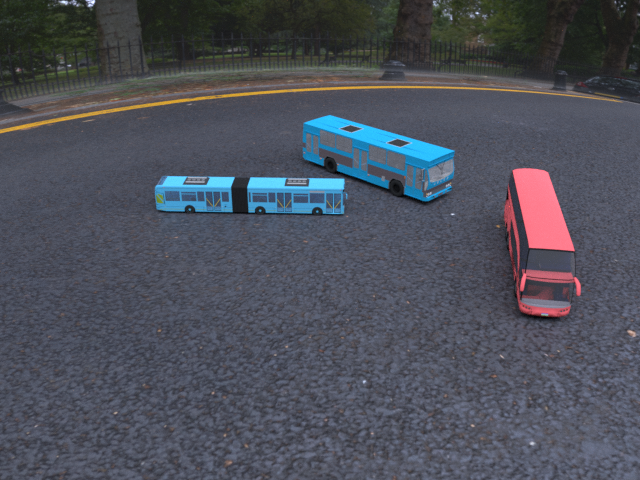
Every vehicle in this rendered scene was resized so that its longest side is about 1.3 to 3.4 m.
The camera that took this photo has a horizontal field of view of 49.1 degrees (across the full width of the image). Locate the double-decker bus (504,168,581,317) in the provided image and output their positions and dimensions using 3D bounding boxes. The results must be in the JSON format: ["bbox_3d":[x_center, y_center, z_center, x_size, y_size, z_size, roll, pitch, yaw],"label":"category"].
[{"bbox_3d":[3.241,-0.028,10.497,0.756,1.052,3.251,4,27,8],"label":"double-decker bus"}]

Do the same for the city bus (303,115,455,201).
[{"bbox_3d":[1.067,-1.628,13.816,3.255,0.894,0.926,24,36,39],"label":"city bus"}]

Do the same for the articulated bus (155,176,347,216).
[{"bbox_3d":[-1.214,-0.803,12.561,3.401,0.561,0.605,1,27,2],"label":"articulated bus"}]
